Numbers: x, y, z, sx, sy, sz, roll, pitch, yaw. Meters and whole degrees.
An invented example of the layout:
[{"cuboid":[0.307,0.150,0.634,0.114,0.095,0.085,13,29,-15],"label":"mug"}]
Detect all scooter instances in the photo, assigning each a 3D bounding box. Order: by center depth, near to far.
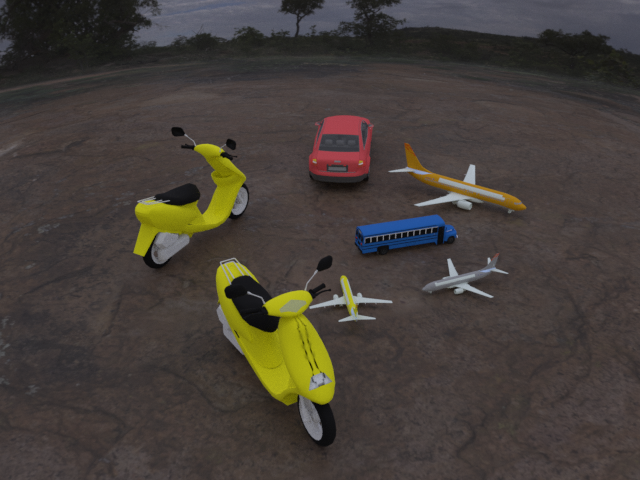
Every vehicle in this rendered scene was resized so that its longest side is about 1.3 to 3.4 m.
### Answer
[{"cuboid":[-0.569,0.970,7.998,1.288,1.786,2.721,-16,33,-27],"label":"scooter"},{"cuboid":[-1.987,-0.758,11.136,1.288,1.786,2.721,16,33,27],"label":"scooter"}]

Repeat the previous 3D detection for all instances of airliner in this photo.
[{"cuboid":[0.414,0.746,9.812,1.161,0.429,1.307,-3,29,-6],"label":"airliner"},{"cuboid":[2.077,0.495,10.267,1.307,0.429,1.161,-11,31,-20],"label":"airliner"},{"cuboid":[2.580,-1.120,12.780,2.541,0.835,2.257,19,34,31],"label":"airliner"}]

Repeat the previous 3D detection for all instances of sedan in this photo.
[{"cuboid":[0.467,-2.049,14.357,1.235,0.940,3.137,3,29,5],"label":"sedan"}]

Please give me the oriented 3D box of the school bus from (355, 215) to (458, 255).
[{"cuboid":[1.423,-0.097,11.338,1.708,0.434,0.365,-9,30,-15],"label":"school bus"}]
